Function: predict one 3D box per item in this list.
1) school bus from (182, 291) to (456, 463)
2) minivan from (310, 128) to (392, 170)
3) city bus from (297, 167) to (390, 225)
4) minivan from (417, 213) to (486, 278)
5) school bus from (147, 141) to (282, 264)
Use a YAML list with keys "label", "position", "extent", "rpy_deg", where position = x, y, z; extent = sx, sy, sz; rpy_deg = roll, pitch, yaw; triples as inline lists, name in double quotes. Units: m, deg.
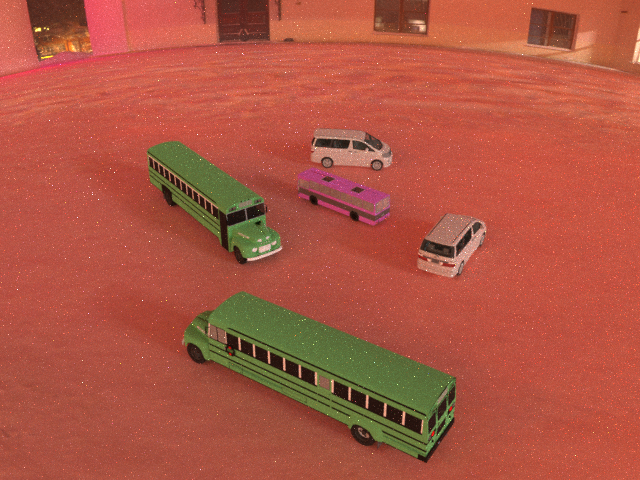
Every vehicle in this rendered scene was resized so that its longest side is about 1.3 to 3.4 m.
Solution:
- label: "school bus"
  position: [-0.159, 1.357, 7.724]
  extent: [3.322, 0.844, 0.709]
  rpy_deg: [19, 35, 29]
- label: "minivan"
  position: [0.602, -1.737, 13.264]
  extent: [1.548, 0.616, 0.681]
  rpy_deg: [4, 30, 6]
- label: "city bus"
  position: [0.370, -0.722, 11.676]
  extent: [1.674, 0.460, 0.476]
  rpy_deg: [23, 38, 34]
- label: "minivan"
  position: [1.982, -0.029, 10.331]
  extent: [0.681, 0.616, 1.548]
  rpy_deg: [16, 34, 25]
- label: "school bus"
  position: [-1.749, -0.668, 11.200]
  extent: [0.709, 0.844, 3.322]
  rpy_deg: [-20, 36, -31]
